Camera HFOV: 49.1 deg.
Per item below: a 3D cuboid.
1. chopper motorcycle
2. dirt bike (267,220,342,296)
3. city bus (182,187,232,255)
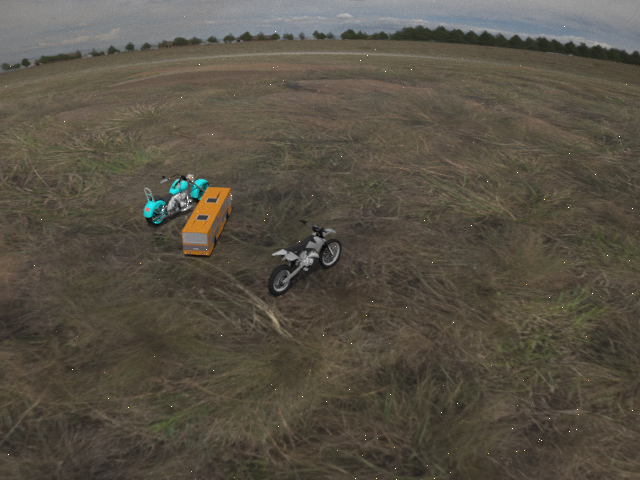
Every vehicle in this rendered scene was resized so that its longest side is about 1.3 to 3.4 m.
[{"bbox_3d":[-2.465,-0.807,12.124,0.466,0.761,1.563,16,33,27],"label":"chopper motorcycle"},{"bbox_3d":[-0.205,0.215,10.188,0.527,0.857,1.493,25,38,37],"label":"dirt bike"},{"bbox_3d":[-1.837,-0.313,11.546,0.476,0.460,1.674,3,29,5],"label":"city bus"}]
